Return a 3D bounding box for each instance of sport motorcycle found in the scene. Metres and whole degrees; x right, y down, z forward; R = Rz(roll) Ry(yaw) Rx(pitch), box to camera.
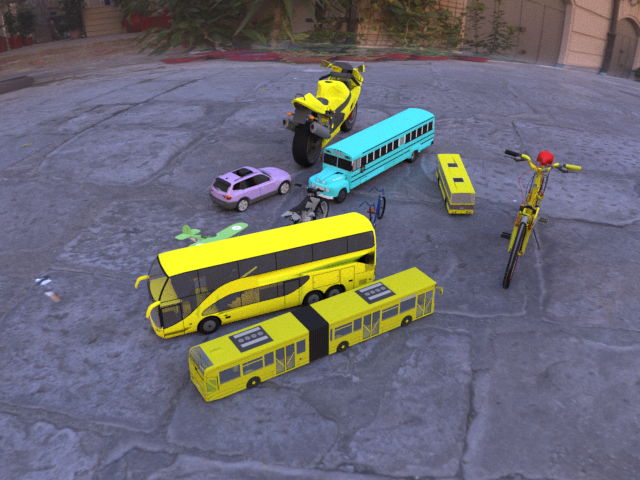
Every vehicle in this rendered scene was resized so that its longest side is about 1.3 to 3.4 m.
[{"bbox_3d":[0.154,-2.615,14.206,0.983,1.596,2.955,13,33,21],"label":"sport motorcycle"}]

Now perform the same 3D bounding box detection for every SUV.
[{"bbox_3d":[-1.215,-1.009,12.455,1.572,0.580,0.656,-26,39,-37],"label":"SUV"}]

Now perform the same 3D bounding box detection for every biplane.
[{"bbox_3d":[-1.671,0.020,10.762,1.090,0.504,1.336,16,34,25],"label":"biplane"}]

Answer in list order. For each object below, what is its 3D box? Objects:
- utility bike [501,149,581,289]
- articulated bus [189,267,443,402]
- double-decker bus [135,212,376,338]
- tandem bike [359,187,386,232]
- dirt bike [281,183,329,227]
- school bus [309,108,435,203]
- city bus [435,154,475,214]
[{"bbox_3d":[3.210,-0.529,10.379,1.039,1.839,2.791,12,32,20],"label":"utility bike"},{"bbox_3d":[0.030,1.119,8.814,3.401,0.561,0.605,-17,34,-27],"label":"articulated bus"},{"bbox_3d":[-0.793,0.462,9.456,3.251,1.052,0.756,-13,32,-20],"label":"double-decker bus"},{"bbox_3d":[0.816,-0.372,11.260,0.283,0.682,1.642,11,32,18],"label":"tandem bike"},{"bbox_3d":[-0.253,-0.403,11.139,0.527,0.857,1.493,17,34,26],"label":"dirt bike"},{"bbox_3d":[1.020,-1.657,13.307,0.709,0.844,3.322,23,37,33],"label":"school bus"},{"bbox_3d":[2.410,-1.007,12.573,0.476,0.460,1.674,0,30,0],"label":"city bus"}]
